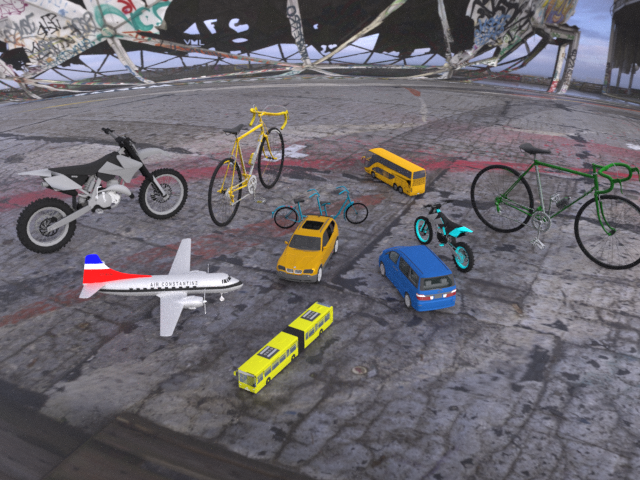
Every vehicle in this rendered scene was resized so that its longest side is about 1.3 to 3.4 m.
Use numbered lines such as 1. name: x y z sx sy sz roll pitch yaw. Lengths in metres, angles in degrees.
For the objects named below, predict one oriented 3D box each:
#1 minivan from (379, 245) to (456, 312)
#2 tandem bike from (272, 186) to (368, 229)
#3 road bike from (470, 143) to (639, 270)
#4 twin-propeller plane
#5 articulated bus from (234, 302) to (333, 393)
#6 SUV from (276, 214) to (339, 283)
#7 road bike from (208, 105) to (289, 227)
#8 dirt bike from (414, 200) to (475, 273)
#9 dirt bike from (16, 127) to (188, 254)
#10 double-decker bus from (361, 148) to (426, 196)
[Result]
1. minivan: 1.331 0.423 9.805 0.681 0.616 1.548 -7 27 -15
2. tandem bike: 0.007 -0.536 11.705 1.642 0.682 0.283 -4 26 -7
3. road bike: 3.620 -0.609 10.741 3.004 1.656 0.696 23 34 39
4. twin-propeller plane: -2.109 0.513 9.418 2.129 0.792 2.663 -2 26 -4
5. articulated bus: -0.382 1.259 8.456 0.311 0.289 1.749 15 30 28
6. SUV: -0.160 0.100 10.510 0.656 0.580 1.572 7 27 14
7. road bike: -1.245 -1.393 12.355 0.697 1.656 3.004 9 27 19
8. dirt bike: 1.870 -0.121 10.648 0.527 0.857 1.493 -12 29 -24
9. dirt bike: -3.442 -0.840 11.205 2.903 1.666 1.024 -20 32 -35
10. double-decker bus: 1.413 -1.341 13.526 0.389 0.541 1.672 -14 29 -26
